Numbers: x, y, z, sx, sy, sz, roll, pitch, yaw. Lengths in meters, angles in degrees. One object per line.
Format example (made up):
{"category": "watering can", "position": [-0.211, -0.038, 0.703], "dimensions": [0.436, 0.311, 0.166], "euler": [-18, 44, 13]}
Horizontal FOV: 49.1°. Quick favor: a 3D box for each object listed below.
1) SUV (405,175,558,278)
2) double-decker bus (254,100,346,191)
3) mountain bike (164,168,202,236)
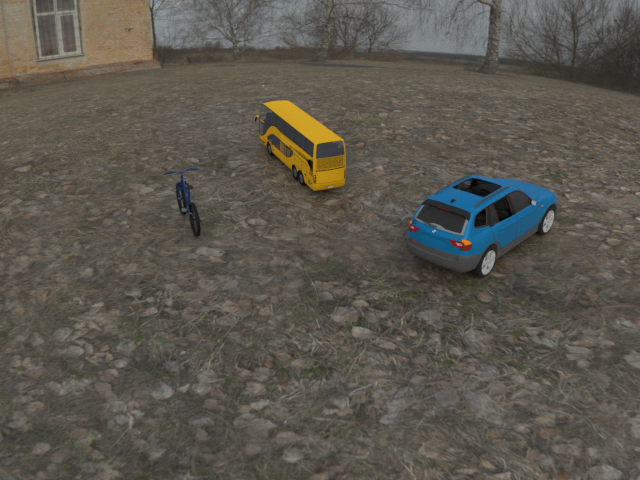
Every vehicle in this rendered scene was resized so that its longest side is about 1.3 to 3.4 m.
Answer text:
{"category": "SUV", "position": [2.603, -0.439, 10.937], "dimensions": [1.276, 1.128, 3.058], "euler": [23, 35, 37]}
{"category": "double-decker bus", "position": [-0.441, -1.970, 14.020], "dimensions": [0.756, 1.052, 3.251], "euler": [-11, 29, -21]}
{"category": "mountain bike", "position": [-2.214, -0.661, 11.659], "dimensions": [0.573, 0.868, 1.469], "euler": [-11, 29, -21]}
